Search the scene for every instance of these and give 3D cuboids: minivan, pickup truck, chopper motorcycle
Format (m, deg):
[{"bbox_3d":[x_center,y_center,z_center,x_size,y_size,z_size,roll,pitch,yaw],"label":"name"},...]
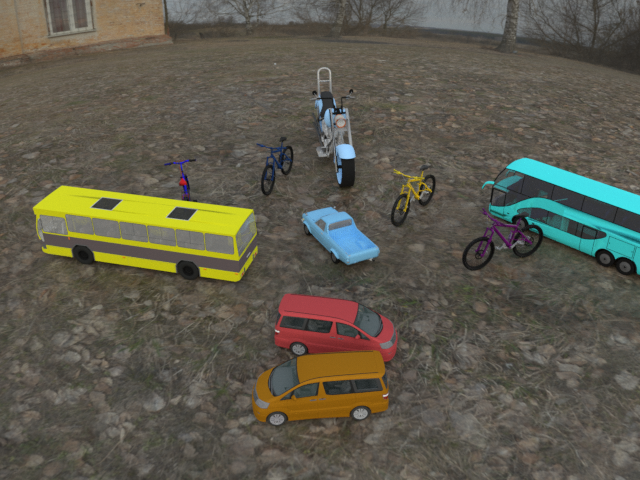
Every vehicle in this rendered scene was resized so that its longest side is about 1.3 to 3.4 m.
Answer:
[{"bbox_3d":[-0.004,1.650,7.947,1.548,0.616,0.681,-3,31,-5],"label":"minivan"},{"bbox_3d":[0.295,-0.115,11.026,0.640,0.511,1.603,-15,34,-23],"label":"pickup truck"},{"bbox_3d":[0.212,1.103,8.869,1.548,0.616,0.681,6,31,9],"label":"minivan"},{"bbox_3d":[0.283,-2.245,13.667,0.906,1.480,3.040,-5,31,-8],"label":"chopper motorcycle"}]

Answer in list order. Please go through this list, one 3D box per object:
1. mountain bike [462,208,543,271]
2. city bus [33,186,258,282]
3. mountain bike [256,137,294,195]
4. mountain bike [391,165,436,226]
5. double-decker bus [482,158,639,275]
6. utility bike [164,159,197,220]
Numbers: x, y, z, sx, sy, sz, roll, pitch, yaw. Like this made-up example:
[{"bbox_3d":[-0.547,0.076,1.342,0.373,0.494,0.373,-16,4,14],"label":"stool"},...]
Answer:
[{"bbox_3d":[2.778,-0.024,10.523,1.469,0.868,0.573,-13,33,-21],"label":"mountain bike"},{"bbox_3d":[-2.622,-0.086,10.601,3.255,0.894,0.926,8,32,13],"label":"city bus"},{"bbox_3d":[-0.783,-1.436,12.903,0.573,0.868,1.469,10,32,17],"label":"mountain bike"},{"bbox_3d":[1.604,-0.820,11.864,0.573,0.868,1.469,20,36,30],"label":"mountain bike"},{"bbox_3d":[4.105,-0.395,10.968,0.756,1.052,3.251,-26,39,-36],"label":"double-decker bus"},{"bbox_3d":[-2.314,-0.844,11.829,0.535,0.946,1.435,-6,31,-9],"label":"utility bike"}]
